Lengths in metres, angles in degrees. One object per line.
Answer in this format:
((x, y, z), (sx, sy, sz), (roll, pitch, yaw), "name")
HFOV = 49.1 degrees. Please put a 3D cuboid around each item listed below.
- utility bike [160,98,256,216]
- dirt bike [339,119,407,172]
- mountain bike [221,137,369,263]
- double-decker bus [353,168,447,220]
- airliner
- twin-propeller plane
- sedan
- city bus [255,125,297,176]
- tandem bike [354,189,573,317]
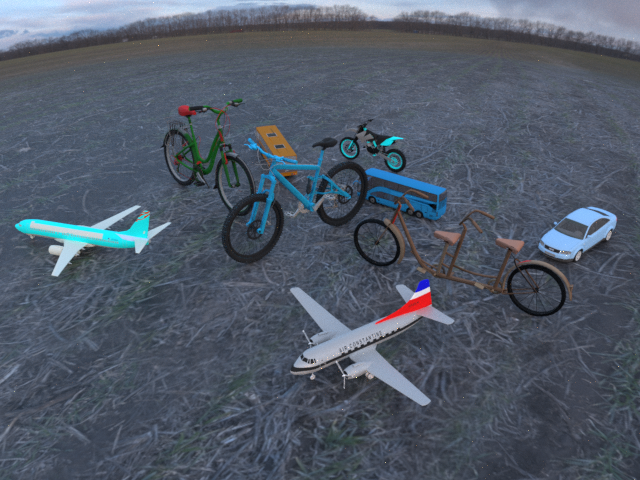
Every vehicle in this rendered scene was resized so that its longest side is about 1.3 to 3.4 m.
((-1.920, -1.598, 12.044), (1.039, 1.839, 2.791), (-25, 38, -36), "utility bike")
((0.998, -1.820, 13.424), (1.493, 0.857, 0.527), (19, 35, 30), "dirt bike")
((-0.311, -0.718, 10.656), (2.857, 1.688, 1.114), (-23, 37, -35), "mountain bike")
((1.358, -0.803, 11.960), (1.672, 0.541, 0.389), (20, 35, 31), "double-decker bus")
((-3.632, -0.238, 10.673), (2.541, 0.835, 2.257), (9, 31, 15), "airliner")
((0.546, 1.083, 8.404), (2.129, 0.792, 2.663), (-18, 35, -29), "twin-propeller plane")
((4.016, -0.146, 10.867), (1.613, 0.483, 0.635), (-25, 38, -36), "sedan")
((-0.860, -1.727, 13.662), (0.476, 0.460, 1.674), (-9, 31, -15), "city bus")
((1.856, 0.127, 9.540), (3.192, 1.326, 0.550), (17, 34, 27), "tandem bike")
